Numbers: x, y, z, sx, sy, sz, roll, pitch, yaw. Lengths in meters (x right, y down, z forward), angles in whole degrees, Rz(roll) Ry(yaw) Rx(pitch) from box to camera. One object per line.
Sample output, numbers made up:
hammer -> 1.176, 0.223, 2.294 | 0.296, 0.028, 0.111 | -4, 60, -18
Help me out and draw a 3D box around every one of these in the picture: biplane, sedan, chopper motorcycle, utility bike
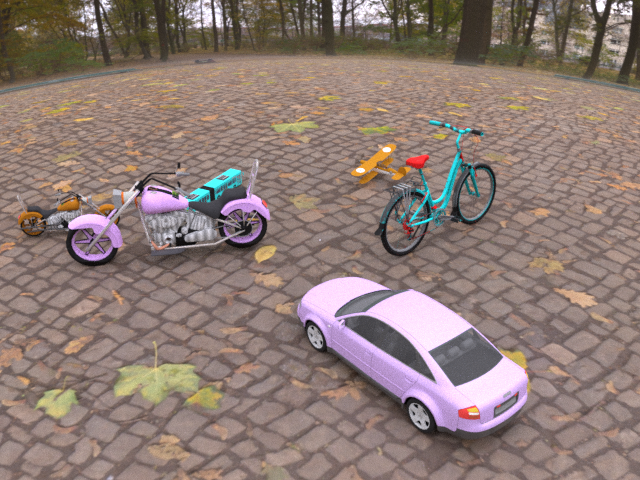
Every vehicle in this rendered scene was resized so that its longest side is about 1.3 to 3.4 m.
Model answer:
biplane -> 1.153, -1.346, 13.228 | 1.090, 0.504, 1.336 | 20, 34, 33
sedan -> 0.952, 1.134, 8.202 | 1.235, 0.940, 3.137 | -21, 35, -33
chopper motorcycle -> -2.270, -0.417, 10.493 | 3.040, 1.480, 0.906 | -5, 29, -10
utility bike -> 1.825, -0.875, 10.962 | 2.791, 1.839, 1.039 | -22, 35, -34
chopper motorcycle -> -4.076, -0.467, 11.339 | 1.563, 0.761, 0.466 | -8, 30, -15

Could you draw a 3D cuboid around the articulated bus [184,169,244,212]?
articulated bus -> -1.966, -0.847, 12.535 | 0.311, 0.289, 1.749 | 14, 31, 24
